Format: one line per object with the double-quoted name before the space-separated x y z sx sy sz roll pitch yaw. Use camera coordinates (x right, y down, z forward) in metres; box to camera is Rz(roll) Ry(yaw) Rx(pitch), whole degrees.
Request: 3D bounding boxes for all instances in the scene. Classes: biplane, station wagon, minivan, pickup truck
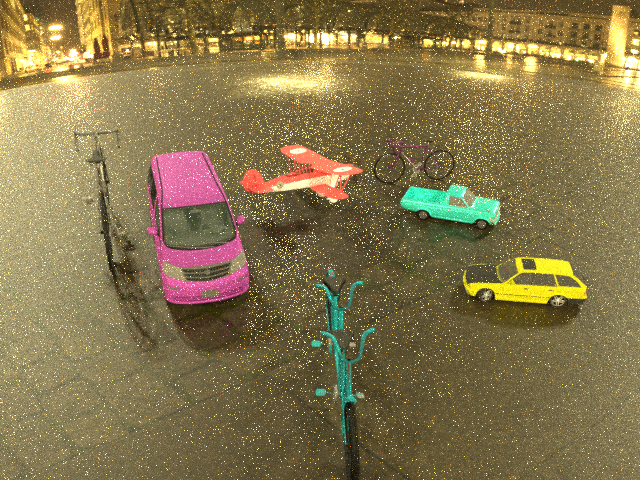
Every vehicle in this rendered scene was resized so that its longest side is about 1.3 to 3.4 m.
"biplane" -0.314 -1.061 11.899 2.120 0.981 2.598 -13 30 -23
"station wagon" 2.746 0.521 9.434 1.597 0.473 0.682 4 28 7
"minivan" -1.842 -0.258 10.138 1.324 1.197 3.011 -8 29 -15
"pickup truck" 2.158 -0.610 11.546 1.603 0.511 0.640 10 29 19

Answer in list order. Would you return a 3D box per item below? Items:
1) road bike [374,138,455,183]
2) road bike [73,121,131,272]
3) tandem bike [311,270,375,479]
"road bike" 1.736 -1.459 12.794 1.545 0.852 0.358 -5 28 -9
"road bike" -3.277 -0.748 10.578 0.696 1.656 3.004 -8 29 -14
"tandem bike" 0.216 1.095 7.427 0.550 1.326 3.192 -2 28 -3
